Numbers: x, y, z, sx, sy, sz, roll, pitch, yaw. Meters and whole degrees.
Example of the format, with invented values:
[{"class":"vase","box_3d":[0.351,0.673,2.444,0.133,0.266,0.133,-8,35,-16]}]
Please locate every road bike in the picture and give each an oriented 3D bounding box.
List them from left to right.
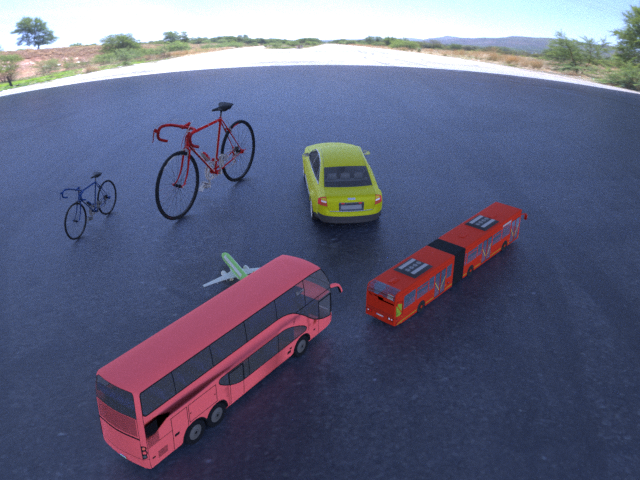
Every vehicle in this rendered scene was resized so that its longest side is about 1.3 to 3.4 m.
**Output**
[{"class":"road bike","box_3d":[-3.724,-0.622,11.373,0.358,0.852,1.545,7,28,13]},{"class":"road bike","box_3d":[-1.932,-1.495,12.183,0.697,1.656,3.004,13,30,23]}]

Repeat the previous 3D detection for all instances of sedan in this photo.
[{"class":"sedan","box_3d":[0.339,-1.207,12.405,1.235,0.940,3.137,-3,28,-5]}]

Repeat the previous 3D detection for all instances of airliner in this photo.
[{"class":"airliner","box_3d":[-1.158,0.365,9.929,1.161,0.429,1.307,-14,30,-24]}]

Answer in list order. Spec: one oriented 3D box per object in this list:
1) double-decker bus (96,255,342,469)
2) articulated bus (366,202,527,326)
[{"class":"double-decker bus","box_3d":[-0.966,1.155,7.731,0.756,1.052,3.251,18,32,31]},{"class":"articulated bus","box_3d":[1.884,0.252,10.003,0.605,0.561,3.401,22,35,36]}]
